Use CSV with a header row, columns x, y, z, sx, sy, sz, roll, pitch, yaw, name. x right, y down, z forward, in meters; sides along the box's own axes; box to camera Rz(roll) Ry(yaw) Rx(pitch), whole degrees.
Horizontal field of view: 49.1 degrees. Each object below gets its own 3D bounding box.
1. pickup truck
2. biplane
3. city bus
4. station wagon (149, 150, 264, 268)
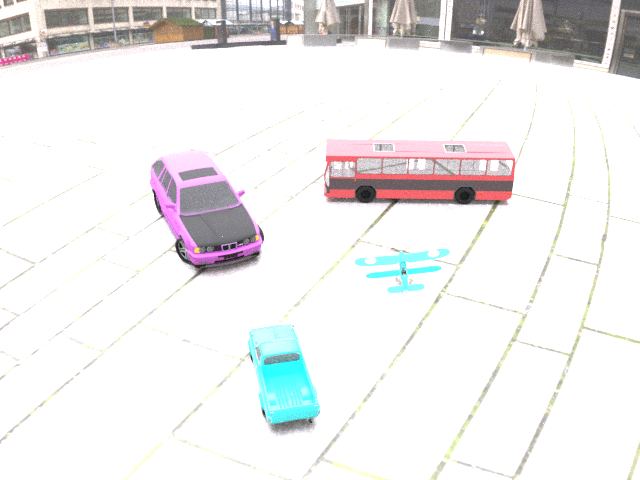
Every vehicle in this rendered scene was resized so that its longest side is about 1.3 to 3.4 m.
x,y,z,sx,sy,sz,roll,pitch,yaw,name
-0.442,1.466,8.029,0.640,0.511,1.603,-6,30,-11,pickup truck
1.151,0.448,9.824,1.336,0.504,1.090,1,30,2,biplane
1.702,-1.209,12.337,3.255,0.894,0.926,1,30,2,city bus
-1.915,-0.635,11.304,1.327,0.920,3.105,-12,32,-20,station wagon
